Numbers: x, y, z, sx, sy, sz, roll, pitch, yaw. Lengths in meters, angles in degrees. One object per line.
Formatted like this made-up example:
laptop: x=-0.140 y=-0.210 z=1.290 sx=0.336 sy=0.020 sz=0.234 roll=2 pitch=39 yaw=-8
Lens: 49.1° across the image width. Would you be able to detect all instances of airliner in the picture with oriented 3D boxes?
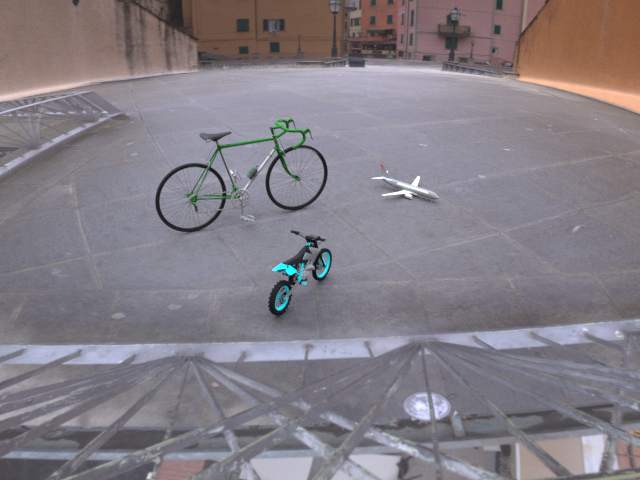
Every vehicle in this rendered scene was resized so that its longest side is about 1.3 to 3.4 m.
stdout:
airliner: x=1.588 y=-1.028 z=12.575 sx=1.307 sy=0.429 sz=1.161 roll=21 pitch=34 yaw=35

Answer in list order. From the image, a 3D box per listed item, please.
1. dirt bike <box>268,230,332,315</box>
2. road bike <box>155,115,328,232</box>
dirt bike: x=-0.246 y=0.371 z=9.333 sx=0.527 sy=0.857 sz=1.493 roll=16 pitch=31 yaw=28
road bike: x=-1.204 y=-1.073 z=11.305 sx=3.004 sy=1.656 sz=0.697 roll=-13 pitch=30 yaw=-24
